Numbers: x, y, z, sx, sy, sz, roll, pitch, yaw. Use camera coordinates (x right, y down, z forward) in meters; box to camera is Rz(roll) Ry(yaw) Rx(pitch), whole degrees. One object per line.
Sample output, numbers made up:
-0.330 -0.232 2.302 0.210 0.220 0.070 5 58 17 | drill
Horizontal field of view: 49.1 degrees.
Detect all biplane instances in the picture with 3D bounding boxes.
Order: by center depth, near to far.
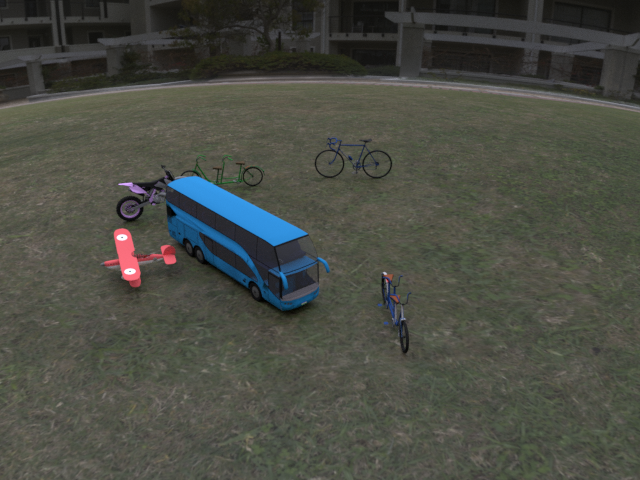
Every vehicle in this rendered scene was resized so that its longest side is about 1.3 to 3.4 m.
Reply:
-2.668 0.302 10.313 1.090 0.504 1.336 -9 27 -18 | biplane

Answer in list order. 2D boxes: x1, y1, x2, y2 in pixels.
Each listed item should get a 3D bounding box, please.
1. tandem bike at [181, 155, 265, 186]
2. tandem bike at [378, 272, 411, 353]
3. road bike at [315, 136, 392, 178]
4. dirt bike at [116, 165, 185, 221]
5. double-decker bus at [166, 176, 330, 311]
-1.884 -1.319 13.469 1.642 0.682 0.283 -4 26 -9 | tandem bike
0.967 0.797 9.082 0.283 0.682 1.642 -3 26 -6 | tandem bike
0.665 -1.632 13.922 1.545 0.852 0.358 1 26 2 | road bike
-2.821 -0.815 12.222 1.493 0.857 0.527 -11 28 -22 | dirt bike
-1.199 0.000 10.310 0.756 1.052 3.251 -20 32 -35 | double-decker bus
